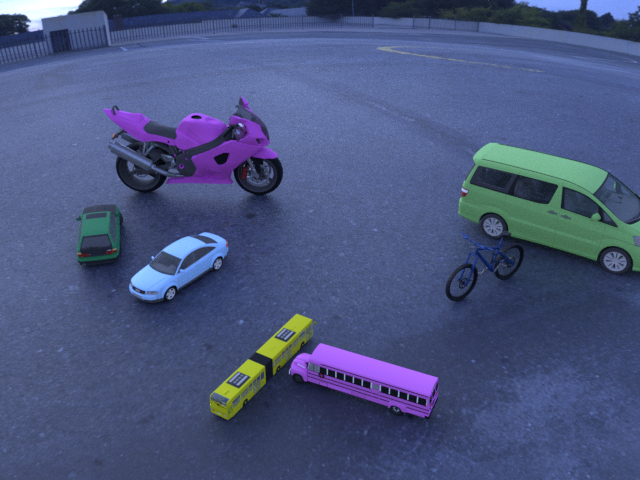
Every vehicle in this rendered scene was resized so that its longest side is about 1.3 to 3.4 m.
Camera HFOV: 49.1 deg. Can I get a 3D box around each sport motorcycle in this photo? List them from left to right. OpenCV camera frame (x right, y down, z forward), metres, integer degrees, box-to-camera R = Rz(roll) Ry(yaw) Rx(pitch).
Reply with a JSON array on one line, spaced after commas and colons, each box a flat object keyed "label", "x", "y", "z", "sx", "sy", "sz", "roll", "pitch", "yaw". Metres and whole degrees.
[{"label": "sport motorcycle", "x": -2.107, "y": -1.521, "z": 11.863, "sx": 2.955, "sy": 1.596, "sz": 0.983, "roll": 2, "pitch": 31, "yaw": 3}]

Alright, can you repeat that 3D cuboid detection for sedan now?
[{"label": "sedan", "x": -1.972, "y": 0.325, "z": 9.844, "sx": 0.635, "sy": 0.483, "sz": 1.613, "roll": 20, "pitch": 36, "yaw": 30}]

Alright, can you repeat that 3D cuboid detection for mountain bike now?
[{"label": "mountain bike", "x": 2.271, "y": 0.301, "z": 9.508, "sx": 1.469, "sy": 0.868, "sz": 0.573, "roll": -19, "pitch": 36, "yaw": -29}]

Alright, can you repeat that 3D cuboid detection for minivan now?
[{"label": "minivan", "x": 3.678, "y": -0.538, "z": 10.599, "sx": 3.011, "sy": 1.197, "sz": 1.324, "roll": 18, "pitch": 35, "yaw": 28}]

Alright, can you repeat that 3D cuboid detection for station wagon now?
[{"label": "station wagon", "x": -3.383, "y": -0.186, "z": 10.714, "sx": 0.682, "sy": 0.473, "sz": 1.597, "roll": -7, "pitch": 31, "yaw": -11}]

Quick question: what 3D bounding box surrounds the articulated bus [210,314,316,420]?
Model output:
[{"label": "articulated bus", "x": -0.633, "y": 1.434, "z": 8.167, "sx": 0.311, "sy": 0.289, "sz": 1.749, "roll": 17, "pitch": 35, "yaw": 27}]

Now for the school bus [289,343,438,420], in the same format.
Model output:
[{"label": "school bus", "x": 0.458, "y": 1.544, "z": 7.839, "sx": 1.708, "sy": 0.434, "sz": 0.365, "roll": 13, "pitch": 33, "yaw": 21}]
